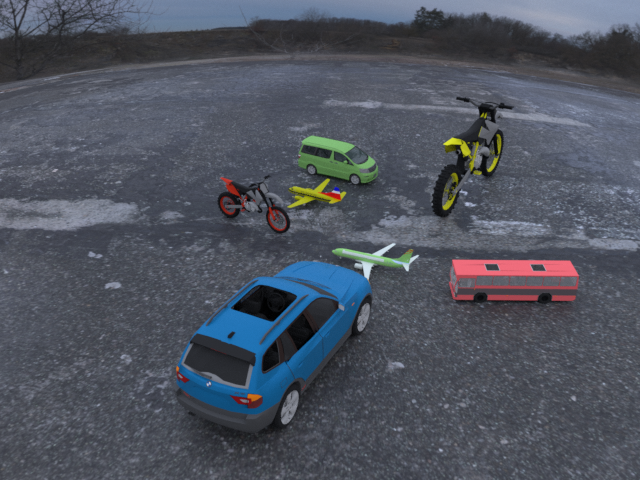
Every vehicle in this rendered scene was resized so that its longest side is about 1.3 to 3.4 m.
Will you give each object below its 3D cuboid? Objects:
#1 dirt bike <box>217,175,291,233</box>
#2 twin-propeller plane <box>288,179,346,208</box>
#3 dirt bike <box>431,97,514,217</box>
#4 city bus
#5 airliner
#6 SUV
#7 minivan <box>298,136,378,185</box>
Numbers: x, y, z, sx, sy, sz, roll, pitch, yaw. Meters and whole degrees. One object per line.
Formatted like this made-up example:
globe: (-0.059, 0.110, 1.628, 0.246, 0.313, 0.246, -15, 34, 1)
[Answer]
dirt bike: (-1.104, -0.629, 11.479, 1.493, 0.857, 0.527, 18, 34, 29)
twin-propeller plane: (-0.103, -0.839, 12.320, 1.095, 0.407, 1.370, 16, 33, 26)
dirt bike: (2.684, -1.567, 12.334, 1.024, 1.666, 2.903, 18, 34, 29)
city bus: (2.669, 0.576, 9.716, 1.674, 0.460, 0.476, 0, 29, 1)
airliner: (0.775, 0.200, 10.425, 1.307, 0.429, 1.161, 13, 31, 22)
SUV: (-0.434, 0.996, 8.270, 1.276, 1.128, 3.058, 14, 32, 24)
minivan: (0.355, -1.536, 13.361, 1.548, 0.616, 0.681, 15, 33, 25)
